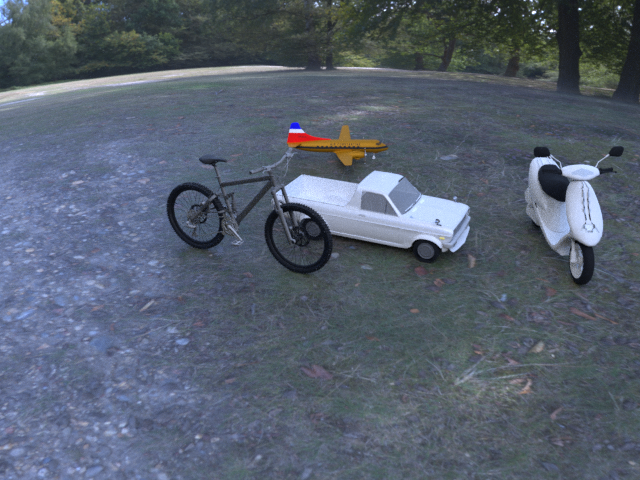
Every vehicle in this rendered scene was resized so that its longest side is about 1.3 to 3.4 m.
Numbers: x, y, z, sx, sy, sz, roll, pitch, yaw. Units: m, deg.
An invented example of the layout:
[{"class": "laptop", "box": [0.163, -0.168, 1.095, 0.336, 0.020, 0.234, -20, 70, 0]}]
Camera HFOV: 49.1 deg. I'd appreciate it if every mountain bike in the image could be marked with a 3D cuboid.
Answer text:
[{"class": "mountain bike", "box": [-1.109, -0.462, 10.262, 2.857, 1.688, 1.114, 12, 28, 24]}]

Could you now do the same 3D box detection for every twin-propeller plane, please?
[{"class": "twin-propeller plane", "box": [0.372, -2.064, 14.606, 2.129, 0.792, 2.663, 0, 26, 1]}]

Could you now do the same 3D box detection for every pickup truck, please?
[{"class": "pickup truck", "box": [0.811, -0.533, 11.207, 3.117, 0.993, 1.244, 11, 28, 22]}]

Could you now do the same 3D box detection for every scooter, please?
[{"class": "scooter", "box": [3.658, -0.653, 10.544, 1.288, 1.786, 2.721, -1, 26, -1]}]
